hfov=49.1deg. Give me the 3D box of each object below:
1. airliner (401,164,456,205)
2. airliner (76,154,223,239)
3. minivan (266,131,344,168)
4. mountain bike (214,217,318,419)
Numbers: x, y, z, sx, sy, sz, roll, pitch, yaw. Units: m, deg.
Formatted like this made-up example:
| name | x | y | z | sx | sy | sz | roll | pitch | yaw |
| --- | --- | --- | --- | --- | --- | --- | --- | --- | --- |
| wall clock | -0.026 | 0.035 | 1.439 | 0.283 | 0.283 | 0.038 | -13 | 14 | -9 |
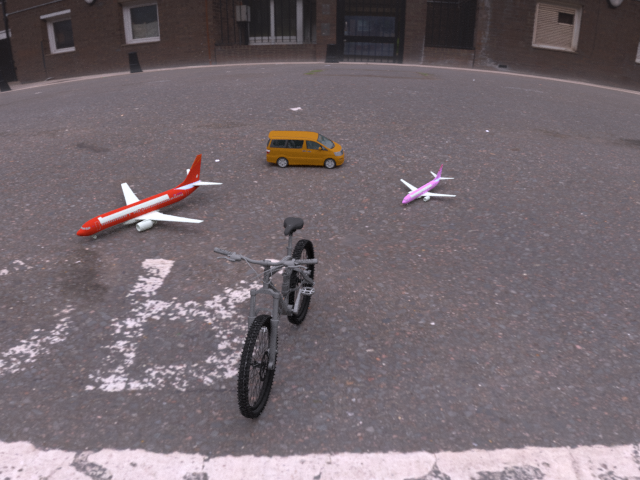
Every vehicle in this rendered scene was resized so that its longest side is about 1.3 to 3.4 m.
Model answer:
| name | x | y | z | sx | sy | sz | roll | pitch | yaw |
| --- | --- | --- | --- | --- | --- | --- | --- | --- | --- |
| airliner | 1.851 | -0.981 | 12.519 | 1.161 | 0.429 | 1.307 | 21 | 34 | 35 |
| airliner | -2.902 | -0.718 | 11.578 | 2.257 | 0.835 | 2.541 | 24 | 36 | 38 |
| minivan | -0.288 | -1.815 | 13.912 | 1.548 | 0.616 | 0.681 | 2 | 28 | 3 |
| mountain bike | -0.450 | 0.663 | 8.017 | 1.114 | 1.688 | 2.857 | 6 | 28 | 12 |
